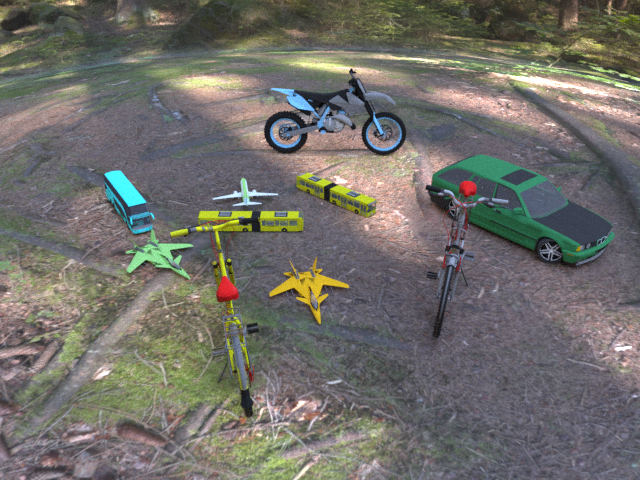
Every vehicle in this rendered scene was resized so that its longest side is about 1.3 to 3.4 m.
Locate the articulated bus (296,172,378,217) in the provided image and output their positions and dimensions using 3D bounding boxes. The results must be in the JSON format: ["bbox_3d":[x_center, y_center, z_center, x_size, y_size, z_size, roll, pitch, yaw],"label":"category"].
[{"bbox_3d":[0.277,-0.827,12.542,1.749,0.289,0.311,25,38,36],"label":"articulated bus"}]

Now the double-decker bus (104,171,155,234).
[{"bbox_3d":[-3.290,-0.646,11.973,0.389,0.541,1.672,-16,34,-26],"label":"double-decker bus"}]

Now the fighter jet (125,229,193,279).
[{"bbox_3d":[-2.371,0.253,10.659,1.147,0.286,1.358,-25,38,-37],"label":"fighter jet"}]

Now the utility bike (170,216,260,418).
[{"bbox_3d":[-1.143,0.746,8.239,1.039,1.839,2.791,-6,30,-10],"label":"utility bike"}]

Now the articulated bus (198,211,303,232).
[{"bbox_3d":[-1.154,-0.312,11.644,1.749,0.289,0.311,0,30,0],"label":"articulated bus"}]

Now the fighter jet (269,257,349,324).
[{"bbox_3d":[-0.129,0.710,9.863,1.147,0.286,1.358,-5,30,-9],"label":"fighter jet"}]

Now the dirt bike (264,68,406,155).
[{"bbox_3d":[0.303,-2.509,14.091,2.903,1.666,1.024,2,30,3],"label":"dirt bike"}]

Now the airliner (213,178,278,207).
[{"bbox_3d":[-1.351,-0.930,12.580,1.161,0.429,1.307,-4,30,-8],"label":"airliner"}]

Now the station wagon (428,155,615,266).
[{"bbox_3d":[3.272,-0.609,11.527,1.327,0.920,3.105,-23,37,-34],"label":"station wagon"}]

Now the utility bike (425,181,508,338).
[{"bbox_3d":[1.938,0.004,9.534,1.039,1.839,2.791,8,31,13],"label":"utility bike"}]
